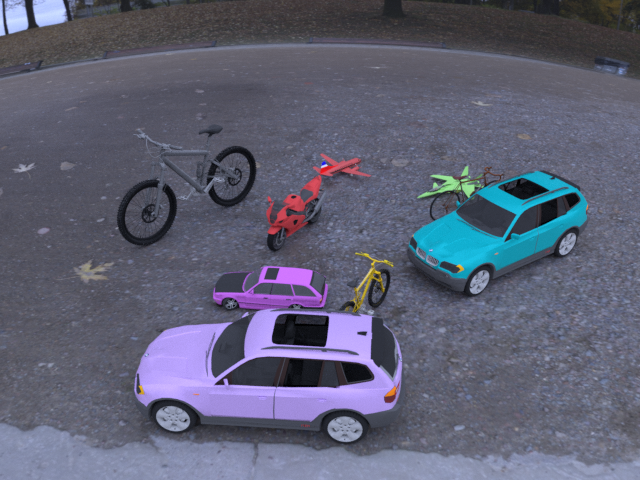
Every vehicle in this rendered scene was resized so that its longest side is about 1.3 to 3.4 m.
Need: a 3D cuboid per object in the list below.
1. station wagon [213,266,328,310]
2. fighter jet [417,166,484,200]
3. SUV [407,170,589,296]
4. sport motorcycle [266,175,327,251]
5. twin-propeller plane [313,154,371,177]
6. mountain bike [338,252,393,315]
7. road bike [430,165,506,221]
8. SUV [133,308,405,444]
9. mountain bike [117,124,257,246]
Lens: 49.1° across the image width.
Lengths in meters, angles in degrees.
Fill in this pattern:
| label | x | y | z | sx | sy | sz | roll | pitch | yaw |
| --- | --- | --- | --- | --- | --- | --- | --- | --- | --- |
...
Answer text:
| label | x | y | z | sx | sy | sz | roll | pitch | yaw |
| --- | --- | --- | --- | --- | --- | --- | --- | --- | --- |
| station wagon | -0.701 | 0.660 | 9.815 | 1.597 | 0.473 | 0.682 | 4 | 31 | 6 |
| fighter jet | 2.323 | -1.006 | 12.783 | 1.358 | 0.286 | 1.147 | -17 | 35 | -26 |
| SUV | 2.753 | -0.215 | 10.640 | 3.058 | 1.128 | 1.276 | -19 | 36 | -28 |
| sport motorcycle | -0.400 | -0.438 | 11.313 | 0.506 | 0.821 | 1.520 | 17 | 35 | 27 |
| twin-propeller plane | 0.407 | -1.440 | 13.391 | 1.095 | 0.407 | 1.370 | -25 | 39 | -35 |
| mountain bike | 0.577 | 0.732 | 9.310 | 0.573 | 0.868 | 1.469 | 19 | 36 | 28 |
| road bike | 2.529 | -0.768 | 11.834 | 1.545 | 0.852 | 0.358 | -13 | 33 | -20 |
| SUV | -0.565 | 1.414 | 7.916 | 3.058 | 1.128 | 1.276 | 2 | 31 | 4 |
| mountain bike | -2.124 | -1.026 | 11.450 | 1.114 | 1.688 | 2.857 | 25 | 39 | 35 |
